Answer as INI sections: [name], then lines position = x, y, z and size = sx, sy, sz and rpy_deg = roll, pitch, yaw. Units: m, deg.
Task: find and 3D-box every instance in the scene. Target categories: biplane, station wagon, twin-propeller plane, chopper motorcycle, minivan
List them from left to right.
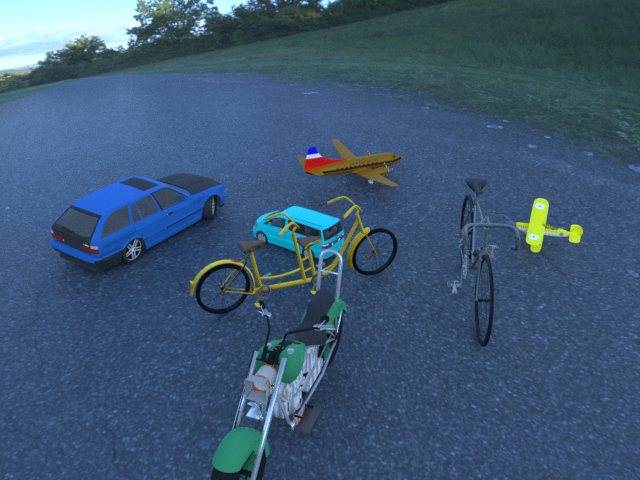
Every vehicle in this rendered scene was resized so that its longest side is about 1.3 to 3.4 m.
[station wagon]
position = -2.886, -0.542, 11.564
size = 1.327, 0.920, 3.105
rpy_deg = 18, 33, 29
[chopper motorcycle]
position = -0.356, 1.365, 7.431
size = 0.906, 1.480, 3.040
rpy_deg = 10, 30, 19
[minivan]
position = -0.372, -0.181, 11.216
size = 1.548, 0.616, 0.681
rpy_deg = 19, 33, 31
[twin-propeller plane]
position = 0.666, -1.557, 13.586
size = 2.129, 0.792, 2.663
rpy_deg = -12, 31, -21
[biplane]
position = 3.652, -0.153, 11.280
size = 1.090, 0.504, 1.336
rpy_deg = 10, 30, 18

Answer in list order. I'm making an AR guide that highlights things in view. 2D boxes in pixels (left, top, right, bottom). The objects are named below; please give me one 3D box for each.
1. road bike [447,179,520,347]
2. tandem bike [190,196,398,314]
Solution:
[road bike]
position = 2.139, 0.112, 9.574
size = 0.696, 1.656, 3.004
rpy_deg = 2, 28, 3
[tandem bike]
position = -0.284, 0.187, 9.782
size = 3.192, 1.326, 0.550
rpy_deg = -13, 31, -22
